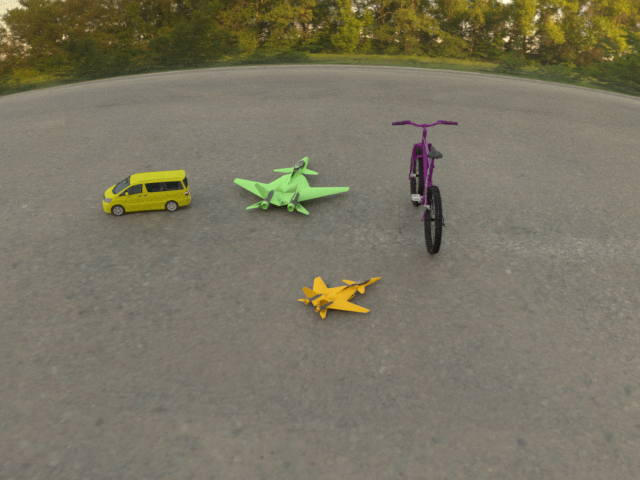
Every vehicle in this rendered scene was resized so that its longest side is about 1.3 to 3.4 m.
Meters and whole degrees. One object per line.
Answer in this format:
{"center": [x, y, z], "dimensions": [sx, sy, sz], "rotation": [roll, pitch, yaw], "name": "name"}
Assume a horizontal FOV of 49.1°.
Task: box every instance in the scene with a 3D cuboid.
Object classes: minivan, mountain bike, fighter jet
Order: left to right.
{"center": [-3.133, -0.870, 12.613], "dimensions": [1.548, 0.616, 0.681], "rotation": [-5, 29, -9], "name": "minivan"}
{"center": [-0.514, -1.270, 13.421], "dimensions": [2.229, 0.557, 2.640], "rotation": [5, 29, 10], "name": "fighter jet"}
{"center": [0.390, 0.681, 10.074], "dimensions": [1.358, 0.286, 1.147], "rotation": [-20, 34, -33], "name": "fighter jet"}
{"center": [1.779, -1.005, 11.733], "dimensions": [1.114, 1.688, 2.857], "rotation": [0, 28, -1], "name": "mountain bike"}
